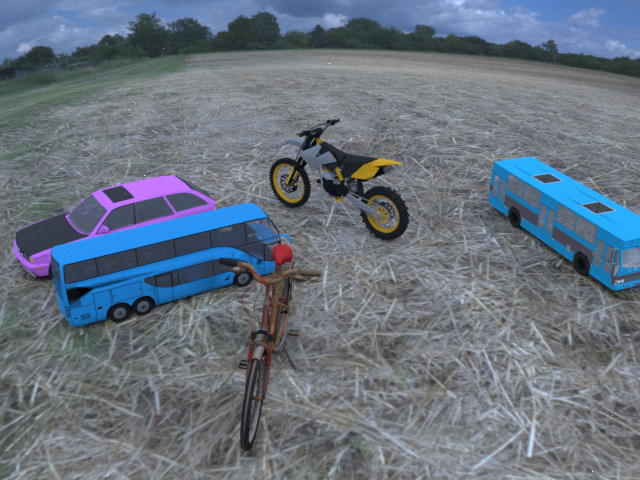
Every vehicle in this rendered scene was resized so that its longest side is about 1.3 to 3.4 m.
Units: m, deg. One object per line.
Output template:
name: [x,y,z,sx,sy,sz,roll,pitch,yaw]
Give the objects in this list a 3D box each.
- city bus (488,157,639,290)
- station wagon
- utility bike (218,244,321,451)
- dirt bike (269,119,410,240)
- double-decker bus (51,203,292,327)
city bus: [3.921,-0.337,11.098,0.926,0.894,3.255,-10,29,-18]
station wagon: [-3.183,-0.296,10.991,3.105,0.920,1.327,-17,32,-29]
utility bike: [-0.467,0.872,7.712,1.039,1.839,2.791,3,27,6]
dirt bike: [0.239,-1.047,11.635,2.903,1.666,1.024,20,33,33]
double-decker bus: [-1.987,0.276,9.733,3.251,1.052,0.756,-15,31,-27]
